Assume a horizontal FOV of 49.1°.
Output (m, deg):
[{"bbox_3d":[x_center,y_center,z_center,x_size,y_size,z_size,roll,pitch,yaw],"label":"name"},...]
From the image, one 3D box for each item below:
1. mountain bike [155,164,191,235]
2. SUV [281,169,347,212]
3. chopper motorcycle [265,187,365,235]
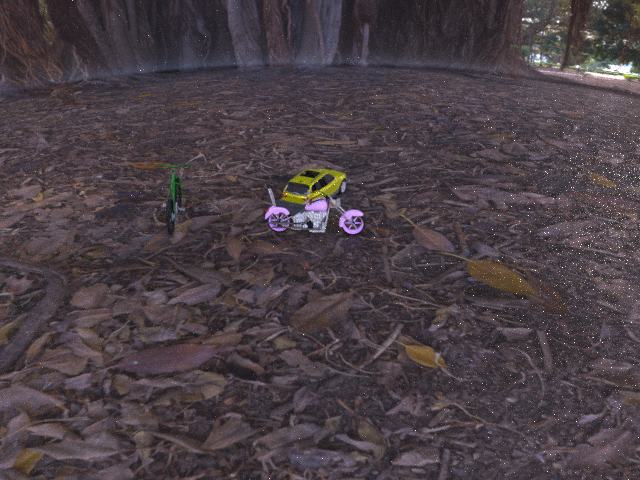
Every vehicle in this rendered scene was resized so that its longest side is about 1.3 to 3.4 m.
[{"bbox_3d":[-2.362,-0.708,11.278,0.573,0.868,1.469,-1,27,-3],"label":"mountain bike"},{"bbox_3d":[-0.083,-0.941,12.056,0.656,0.580,1.572,12,29,23],"label":"SUV"},{"bbox_3d":[-0.075,-0.442,10.872,1.563,0.761,0.466,1,27,1],"label":"chopper motorcycle"}]
